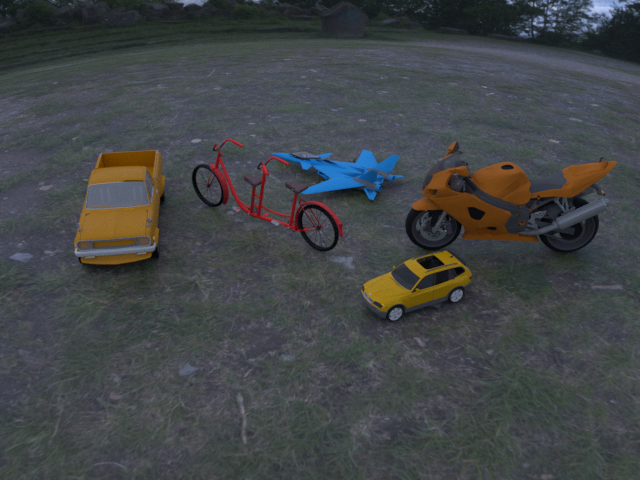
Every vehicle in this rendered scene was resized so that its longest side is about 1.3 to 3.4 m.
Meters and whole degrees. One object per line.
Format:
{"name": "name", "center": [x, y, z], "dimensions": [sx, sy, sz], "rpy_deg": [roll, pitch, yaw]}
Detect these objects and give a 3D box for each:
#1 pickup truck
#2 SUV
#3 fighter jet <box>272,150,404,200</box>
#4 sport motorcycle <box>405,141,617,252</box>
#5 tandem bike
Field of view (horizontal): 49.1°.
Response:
{"name": "pickup truck", "center": [-3.172, -0.704, 11.278], "dimensions": [1.244, 0.993, 3.117], "rpy_deg": [-4, 31, -7]}
{"name": "SUV", "center": [1.320, 0.577, 9.516], "dimensions": [1.572, 0.580, 0.656], "rpy_deg": [-14, 33, -22]}
{"name": "fighter jet", "center": [0.143, -1.462, 12.992], "dimensions": [2.640, 0.557, 2.229], "rpy_deg": [19, 35, 29]}
{"name": "sport motorcycle", "center": [2.772, -0.541, 10.409], "dimensions": [2.955, 1.596, 0.983], "rpy_deg": [1, 31, 1]}
{"name": "tandem bike", "center": [-0.932, -0.770, 11.064], "dimensions": [3.192, 1.326, 0.550], "rpy_deg": [21, 37, 32]}
